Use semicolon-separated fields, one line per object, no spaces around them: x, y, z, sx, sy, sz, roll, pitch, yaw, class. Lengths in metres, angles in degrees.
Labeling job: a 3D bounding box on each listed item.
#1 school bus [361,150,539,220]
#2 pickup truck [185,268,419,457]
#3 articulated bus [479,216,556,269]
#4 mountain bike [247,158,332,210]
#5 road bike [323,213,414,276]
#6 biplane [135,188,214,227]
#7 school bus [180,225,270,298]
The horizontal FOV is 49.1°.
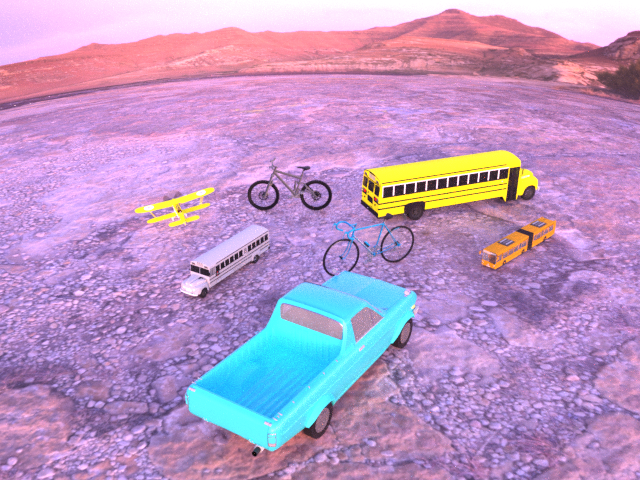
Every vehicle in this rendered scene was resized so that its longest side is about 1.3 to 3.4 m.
2.360;-0.994;12.246;3.322;0.844;0.709;-10;28;-20;school bus
-0.052;1.124;7.733;1.244;0.993;3.117;16;30;29;pickup truck
3.081;0.024;10.791;1.749;0.289;0.311;-23;34;-39;articulated bus
-0.524;-0.914;12.056;1.469;0.868;0.573;0;26;0;mountain bike
0.724;0.045;10.107;1.545;0.852;0.358;-13;29;-25;road bike
-2.346;-0.466;11.550;1.336;0.504;1.090;-10;28;-19;biplane
-1.350;0.290;10.081;0.365;0.434;1.708;15;30;28;school bus
